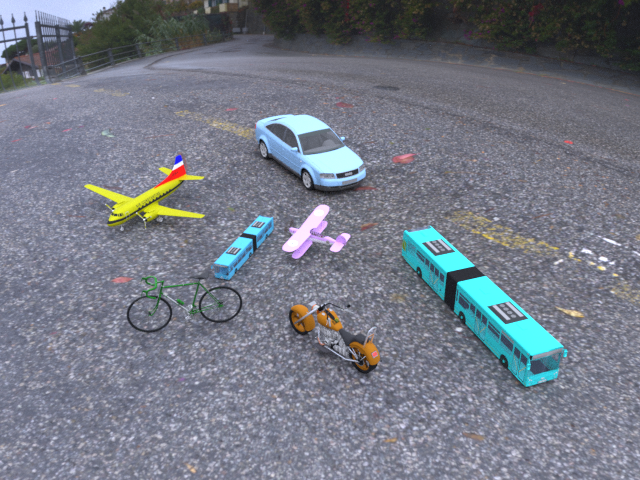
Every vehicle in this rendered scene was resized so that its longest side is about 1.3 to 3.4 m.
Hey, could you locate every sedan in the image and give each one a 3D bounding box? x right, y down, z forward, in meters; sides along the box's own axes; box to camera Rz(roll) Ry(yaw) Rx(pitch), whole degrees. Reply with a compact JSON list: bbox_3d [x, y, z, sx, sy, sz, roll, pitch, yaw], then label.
[{"bbox_3d":[-0.245,-1.909,14.206,1.235,0.940,3.137,-16,33,-27],"label":"sedan"}]

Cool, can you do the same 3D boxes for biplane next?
[{"bbox_3d":[-0.072,-0.040,11.317,1.090,0.504,1.336,14,32,24],"label":"biplane"}]

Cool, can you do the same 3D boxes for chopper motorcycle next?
[{"bbox_3d":[0.155,1.127,8.975,0.466,0.761,1.563,-25,38,-37],"label":"chopper motorcycle"}]

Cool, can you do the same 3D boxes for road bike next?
[{"bbox_3d":[-1.821,0.827,9.416,1.545,0.852,0.358,-7,30,-12],"label":"road bike"}]

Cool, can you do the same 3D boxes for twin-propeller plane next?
[{"bbox_3d":[-3.040,-0.830,12.433,2.663,0.792,2.129,15,32,24],"label":"twin-propeller plane"}]

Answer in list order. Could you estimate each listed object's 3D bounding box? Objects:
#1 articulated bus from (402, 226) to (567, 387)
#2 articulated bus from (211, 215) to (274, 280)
[{"bbox_3d":[2.122,0.786,9.787,0.605,0.561,3.401,-11,31,-18],"label":"articulated bus"},{"bbox_3d":[-1.206,0.093,11.300,0.311,0.289,1.749,10,31,17],"label":"articulated bus"}]
